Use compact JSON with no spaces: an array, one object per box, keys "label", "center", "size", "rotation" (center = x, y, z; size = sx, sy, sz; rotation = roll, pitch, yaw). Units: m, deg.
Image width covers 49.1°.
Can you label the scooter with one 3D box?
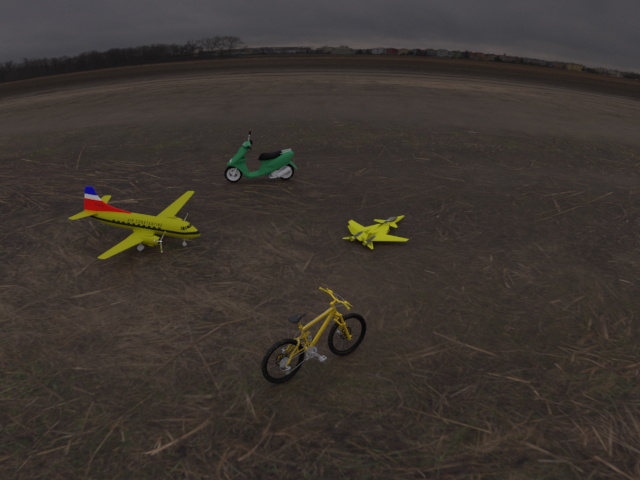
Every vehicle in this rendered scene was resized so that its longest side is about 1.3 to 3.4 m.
[{"label":"scooter","center":[-1.138,-1.558,13.344],"size":[1.399,0.919,0.662],"rotation":[-3,27,-7]}]

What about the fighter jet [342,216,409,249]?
[{"label":"fighter jet","center":[1.010,-0.258,11.451],"size":[1.147,0.286,1.358],"rotation":[20,33,35]}]

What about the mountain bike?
[{"label":"mountain bike","center":[-0.042,1.111,8.065],"size":[1.469,0.868,0.573],"rotation":[-18,32,-31]}]

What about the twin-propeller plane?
[{"label":"twin-propeller plane","center":[-2.857,-0.372,11.115],"size":[2.129,0.792,2.663],"rotation":[9,28,17]}]
